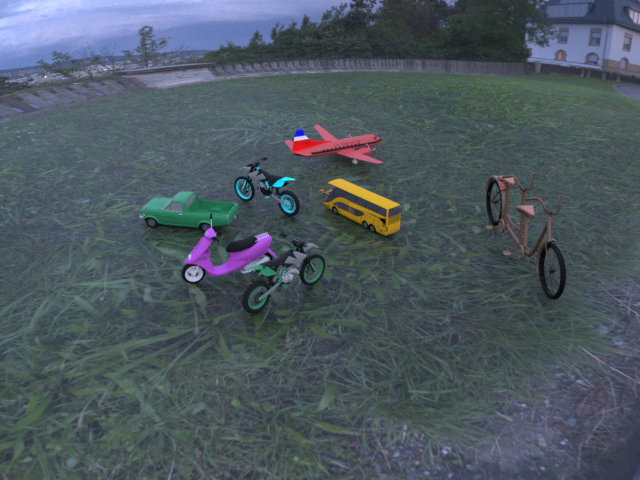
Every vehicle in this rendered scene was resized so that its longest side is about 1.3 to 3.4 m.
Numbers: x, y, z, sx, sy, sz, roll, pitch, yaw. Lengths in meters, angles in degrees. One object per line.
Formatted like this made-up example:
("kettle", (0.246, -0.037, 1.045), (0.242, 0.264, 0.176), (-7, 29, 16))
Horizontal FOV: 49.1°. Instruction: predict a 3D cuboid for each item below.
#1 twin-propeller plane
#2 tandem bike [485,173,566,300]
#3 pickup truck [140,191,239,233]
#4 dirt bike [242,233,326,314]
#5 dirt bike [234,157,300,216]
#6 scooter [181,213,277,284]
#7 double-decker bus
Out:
("twin-propeller plane", (0.378, -2.016, 14.342), (2.129, 0.792, 2.663), (-14, 30, -25))
("tandem bike", (3.045, -0.357, 10.519), (0.550, 1.326, 3.192), (-3, 27, -5))
("pickup truck", (-2.187, -0.504, 11.701), (1.603, 0.511, 0.640), (5, 28, 10))
("dirt bike", (-0.475, 0.416, 9.524), (1.493, 0.857, 0.527), (-24, 36, -38))
("dirt bike", (-0.949, -0.939, 12.169), (1.493, 0.857, 0.527), (19, 33, 32))
("scooter", (-1.307, 0.132, 10.012), (1.399, 0.919, 0.662), (-9, 28, -17))
("double-decker bus", (0.666, -0.582, 11.819), (0.389, 0.541, 1.672), (-21, 34, -35))
